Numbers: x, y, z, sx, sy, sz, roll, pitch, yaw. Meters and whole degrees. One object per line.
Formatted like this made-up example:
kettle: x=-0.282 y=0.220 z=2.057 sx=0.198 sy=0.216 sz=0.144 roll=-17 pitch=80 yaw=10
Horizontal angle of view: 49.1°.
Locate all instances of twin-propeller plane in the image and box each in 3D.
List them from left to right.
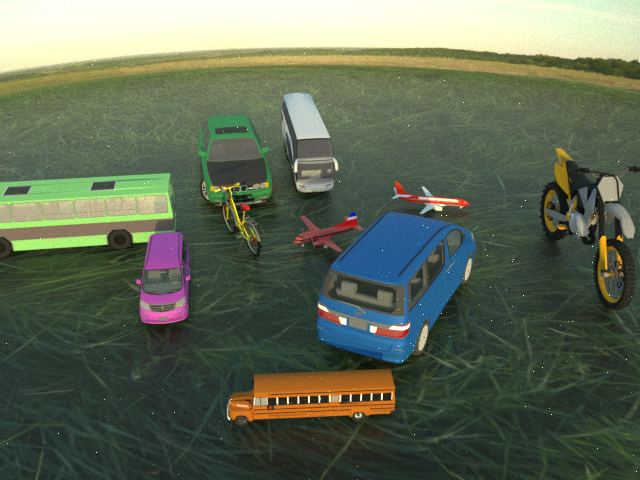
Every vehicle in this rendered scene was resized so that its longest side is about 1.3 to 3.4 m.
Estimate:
twin-propeller plane: x=0.095 y=-0.154 z=10.672 sx=1.095 sy=0.407 sz=1.370 roll=-12 pitch=29 yaw=-23

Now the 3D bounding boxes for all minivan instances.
minivan: x=-2.027 y=0.479 z=9.188 sx=0.681 sy=0.616 sz=1.548 roll=-4 pitch=27 yaw=-7
minivan: x=1.084 y=0.335 z=8.828 sx=1.324 sy=1.197 sz=3.011 roll=13 pitch=30 yaw=24

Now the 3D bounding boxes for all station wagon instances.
station wagon: x=-1.605 y=-1.570 z=12.905 sx=1.327 sy=0.920 sz=3.105 roll=-5 pitch=27 yaw=-10

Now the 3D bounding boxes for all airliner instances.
airliner: x=1.882 y=-0.762 z=11.850 sx=1.307 sy=0.429 sz=1.161 roll=4 pitch=27 yaw=8

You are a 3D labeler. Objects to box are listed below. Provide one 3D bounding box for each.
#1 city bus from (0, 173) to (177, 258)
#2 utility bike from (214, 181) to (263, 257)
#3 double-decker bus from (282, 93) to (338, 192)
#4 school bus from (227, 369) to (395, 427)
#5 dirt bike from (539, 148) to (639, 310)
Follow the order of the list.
city bus: x=-3.850 y=-0.370 z=10.558 sx=3.255 sy=0.894 sz=0.926 roll=-4 pitch=27 yaw=-8
utility bike: x=-1.240 y=-0.335 z=10.432 sx=0.535 sy=0.946 sz=1.435 roll=-15 pitch=30 yaw=-26
double-decker bus: x=-0.277 y=-1.895 z=13.403 sx=0.756 sy=1.052 sz=3.251 roll=-3 pitch=27 yaw=-7
school bus: x=-0.097 y=1.601 z=7.168 sx=1.708 sy=0.434 sz=0.365 roll=-2 pitch=27 yaw=-3
dirt bike: x=3.681 y=-0.336 z=9.635 sx=1.024 sy=1.666 sz=2.903 roll=-2 pitch=27 yaw=-4
